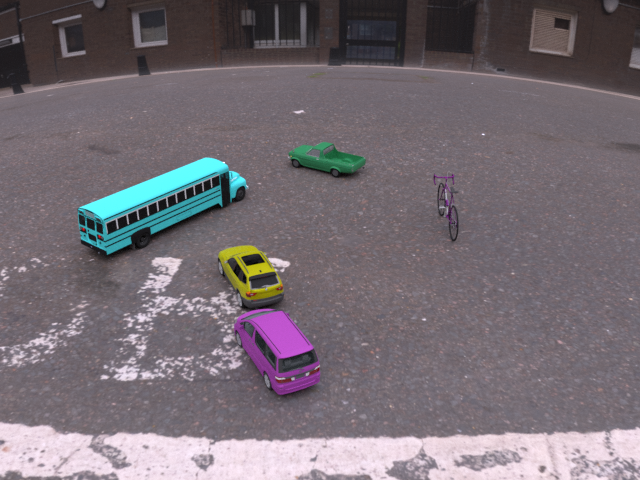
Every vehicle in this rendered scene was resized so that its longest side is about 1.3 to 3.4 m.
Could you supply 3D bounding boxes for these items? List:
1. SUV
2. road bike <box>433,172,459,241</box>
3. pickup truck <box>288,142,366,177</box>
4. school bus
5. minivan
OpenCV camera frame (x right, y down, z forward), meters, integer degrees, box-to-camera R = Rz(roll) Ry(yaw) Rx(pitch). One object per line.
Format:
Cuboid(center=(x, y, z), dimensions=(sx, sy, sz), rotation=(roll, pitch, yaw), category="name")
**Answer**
Cuboid(center=(-1.030, 0.441, 10.268), dimensions=(0.656, 0.580, 1.572), rotation=(-11, 30, -20), category="SUV")
Cuboid(center=(2.188, -0.610, 11.963), dimensions=(0.358, 0.852, 1.545), rotation=(-1, 28, -3), category="road bike")
Cuboid(center=(0.131, -1.698, 14.380), dimensions=(1.603, 0.511, 0.640), rotation=(16, 32, 28), category="pickup truck")
Cuboid(center=(-2.568, -0.685, 12.112), dimensions=(0.709, 0.844, 3.322), rotation=(20, 34, 33), category="school bus")
Cuboid(center=(-0.571, 1.259, 8.689), dimensions=(0.681, 0.616, 1.548), rotation=(-13, 31, -24), category="minivan")
